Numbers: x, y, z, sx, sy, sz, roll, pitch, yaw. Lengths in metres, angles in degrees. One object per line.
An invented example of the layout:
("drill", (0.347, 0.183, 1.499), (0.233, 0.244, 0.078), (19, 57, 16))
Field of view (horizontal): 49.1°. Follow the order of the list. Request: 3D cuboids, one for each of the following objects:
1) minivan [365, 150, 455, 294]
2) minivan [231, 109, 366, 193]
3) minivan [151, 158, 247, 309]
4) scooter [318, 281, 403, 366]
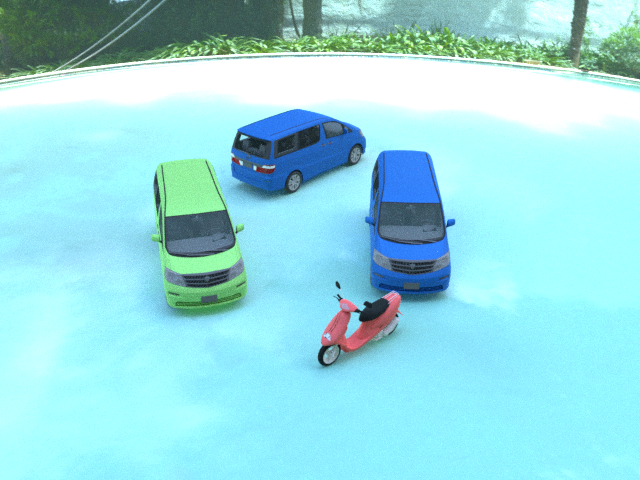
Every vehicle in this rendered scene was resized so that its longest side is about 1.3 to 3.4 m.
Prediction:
("minivan", (1.355, -0.352, 10.900), (1.324, 1.197, 3.011), (1, 29, 3))
("minivan", (-0.336, -1.893, 13.721), (1.324, 1.197, 3.011), (23, 36, 35))
("minivan", (-1.885, -0.173, 10.573), (1.324, 1.197, 3.011), (-7, 30, -13))
("scooter", (0.524, 0.979, 8.755), (1.399, 0.919, 0.662), (-21, 35, -33))
